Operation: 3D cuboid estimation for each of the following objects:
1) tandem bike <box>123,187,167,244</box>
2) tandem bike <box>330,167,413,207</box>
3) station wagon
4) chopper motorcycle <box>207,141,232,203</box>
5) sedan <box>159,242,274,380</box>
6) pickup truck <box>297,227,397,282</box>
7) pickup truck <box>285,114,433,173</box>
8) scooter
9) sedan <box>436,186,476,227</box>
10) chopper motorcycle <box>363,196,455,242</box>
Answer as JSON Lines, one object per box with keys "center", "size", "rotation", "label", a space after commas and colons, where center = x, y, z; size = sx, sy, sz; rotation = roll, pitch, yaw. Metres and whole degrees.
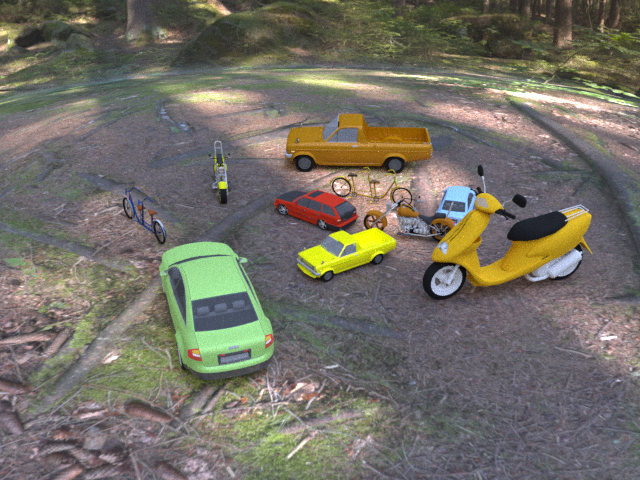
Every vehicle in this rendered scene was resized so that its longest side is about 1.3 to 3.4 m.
{"center": [-3.044, -0.463, 12.016], "size": [0.283, 0.682, 1.642], "rotation": [-20, 34, -33], "label": "tandem bike"}
{"center": [0.948, -1.025, 13.086], "size": [1.642, 0.682, 0.283], "rotation": [11, 30, 21], "label": "tandem bike"}
{"center": [-0.100, -0.621, 12.540], "size": [1.597, 0.473, 0.682], "rotation": [21, 34, 34], "label": "station wagon"}
{"center": [-1.926, -1.323, 13.568], "size": [0.466, 0.761, 1.563], "rotation": [-5, 28, -9], "label": "chopper motorcycle"}
{"center": [-1.481, 0.716, 9.496], "size": [1.235, 0.940, 3.137], "rotation": [-9, 29, -16], "label": "sedan"}
{"center": [0.430, 0.151, 11.032], "size": [1.603, 0.511, 0.640], "rotation": [-17, 32, -29], "label": "pickup truck"}
{"center": [0.801, -2.089, 14.774], "size": [3.117, 0.993, 1.244], "rotation": [1, 28, 2], "label": "pickup truck"}
{"center": [2.777, -0.074, 10.090], "size": [2.721, 1.786, 1.288], "rotation": [-8, 29, -14], "label": "scooter"}
{"center": [2.468, -0.668, 12.619], "size": [0.635, 0.483, 1.613], "rotation": [8, 29, 15], "label": "sedan"}
{"center": [1.505, -0.387, 11.787], "size": [1.563, 0.761, 0.466], "rotation": [9, 29, 17], "label": "chopper motorcycle"}
